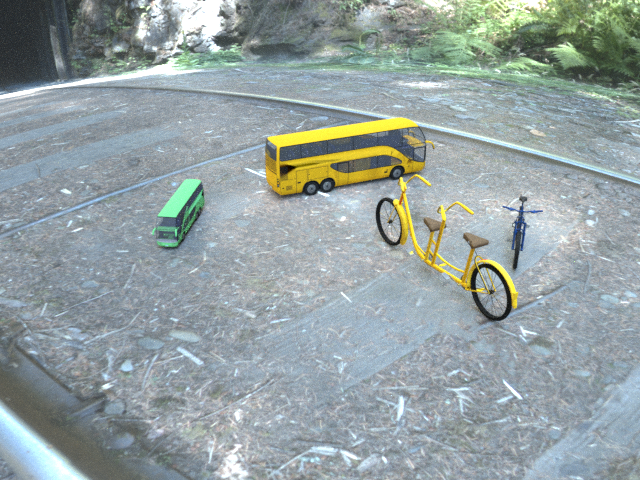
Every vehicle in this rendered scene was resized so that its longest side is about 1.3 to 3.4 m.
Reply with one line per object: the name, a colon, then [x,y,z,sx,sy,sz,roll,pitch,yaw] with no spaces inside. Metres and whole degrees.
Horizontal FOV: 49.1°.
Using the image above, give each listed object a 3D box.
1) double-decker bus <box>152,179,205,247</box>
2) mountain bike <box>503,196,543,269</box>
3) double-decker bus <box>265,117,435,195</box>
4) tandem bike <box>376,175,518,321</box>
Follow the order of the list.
double-decker bus: [-2.282,-0.444,11.476,0.389,0.541,1.672,3,28,6]
mountain bike: [3.033,-0.194,10.645,0.573,0.868,1.469,8,29,14]
double-decker bus: [0.571,-1.591,13.122,3.251,1.052,0.756,-12,30,-22]
tandem bike: [1.667,-0.029,9.834,0.550,1.326,3.192,-14,31,-25]
